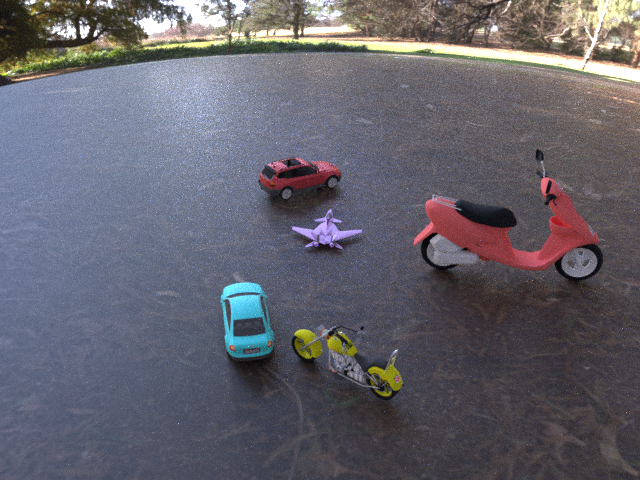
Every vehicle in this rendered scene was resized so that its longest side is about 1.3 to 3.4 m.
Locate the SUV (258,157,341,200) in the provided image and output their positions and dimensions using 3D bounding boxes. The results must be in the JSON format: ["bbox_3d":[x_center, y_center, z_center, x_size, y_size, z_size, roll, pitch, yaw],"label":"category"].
[{"bbox_3d":[-0.362,-1.215,12.951,1.572,0.580,0.656,-16,33,-26],"label":"SUV"}]

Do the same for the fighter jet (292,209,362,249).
[{"bbox_3d":[0.125,-0.287,11.604,1.147,0.286,1.358,3,30,5],"label":"fighter jet"}]

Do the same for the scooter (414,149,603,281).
[{"bbox_3d":[2.751,-0.272,10.052,2.721,1.786,1.288,5,30,8],"label":"scooter"}]

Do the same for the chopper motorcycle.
[{"bbox_3d":[0.291,1.330,8.255,1.563,0.761,0.466,22,36,33],"label":"chopper motorcycle"}]

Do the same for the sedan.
[{"bbox_3d":[-0.969,0.975,9.168,0.635,0.483,1.613,-5,30,-9],"label":"sedan"}]
